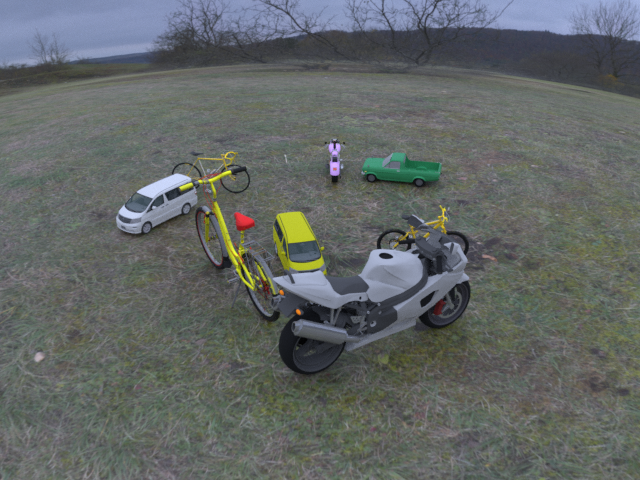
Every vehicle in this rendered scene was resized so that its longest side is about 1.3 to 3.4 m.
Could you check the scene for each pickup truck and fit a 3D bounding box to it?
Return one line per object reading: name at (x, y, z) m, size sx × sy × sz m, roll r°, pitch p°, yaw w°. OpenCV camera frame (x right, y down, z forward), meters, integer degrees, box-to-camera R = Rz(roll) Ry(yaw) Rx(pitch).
pickup truck at (1.645, -1.452, 14.092) m, size 1.603 × 0.511 × 0.640 m, roll 6°, pitch 29°, yaw 11°

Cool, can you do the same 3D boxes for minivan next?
minivan at (-0.337, 0.134, 11.069) m, size 0.681 × 0.616 × 1.548 m, roll -7°, pitch 29°, yaw -12°
minivan at (-2.924, -0.654, 12.518) m, size 0.681 × 0.616 × 1.548 m, roll 20°, pitch 34°, yaw 32°

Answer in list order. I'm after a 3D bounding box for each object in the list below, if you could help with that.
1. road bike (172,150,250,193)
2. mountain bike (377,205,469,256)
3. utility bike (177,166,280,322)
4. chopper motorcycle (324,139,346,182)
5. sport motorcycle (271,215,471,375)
road bike at (-2.113, -1.314, 13.483) m, size 1.545 × 0.852 × 0.358 m, roll 3°, pitch 29°, yaw 6°
mountain bike at (1.644, -0.045, 11.134) m, size 1.469 × 0.868 × 0.573 m, roll 2°, pitch 29°, yaw 4°
utility bike at (-1.324, 0.010, 10.017) m, size 1.039 × 1.839 × 2.791 m, roll -17°, pitch 33°, yaw -28°
chopper motorcycle at (0.303, -1.742, 14.364) m, size 0.466 × 0.761 × 1.563 m, roll 0°, pitch 29°, yaw 1°
sport motorcycle at (0.765, 0.731, 8.947) m, size 2.955 × 1.596 × 0.983 m, roll -14°, pitch 32°, yaw -25°
